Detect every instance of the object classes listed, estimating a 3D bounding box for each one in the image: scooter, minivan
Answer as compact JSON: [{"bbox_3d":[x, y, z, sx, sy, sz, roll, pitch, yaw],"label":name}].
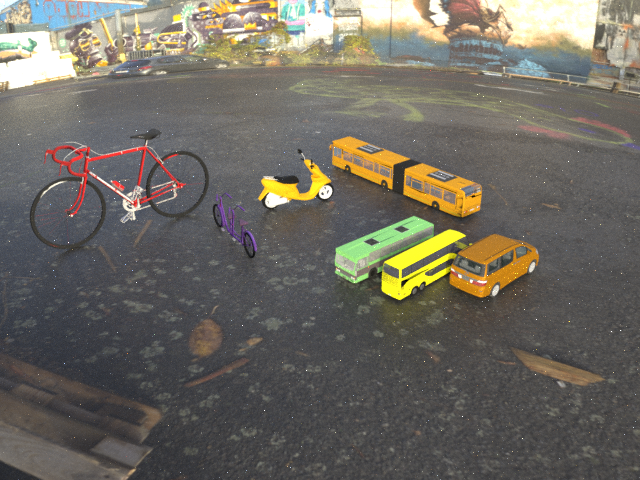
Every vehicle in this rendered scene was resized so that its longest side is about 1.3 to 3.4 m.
[{"bbox_3d":[-0.401,-1.030,12.137,1.399,0.919,0.662,-11,29,-20],"label":"scooter"},{"bbox_3d":[2.504,0.280,9.893,1.548,0.616,0.681,-24,35,-38],"label":"minivan"}]

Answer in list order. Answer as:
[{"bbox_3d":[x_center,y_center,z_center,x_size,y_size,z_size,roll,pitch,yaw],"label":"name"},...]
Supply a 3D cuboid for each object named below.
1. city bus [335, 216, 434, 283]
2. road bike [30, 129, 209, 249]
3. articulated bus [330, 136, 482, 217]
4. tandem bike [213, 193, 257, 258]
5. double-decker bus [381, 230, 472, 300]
[{"bbox_3d":[0.971,0.140,10.339,1.674,0.460,0.476,-22,34,-36],"label":"city bus"},{"bbox_3d":[-3.085,-0.883,11.034,3.004,1.656,0.696,-20,33,-33],"label":"road bike"},{"bbox_3d":[1.475,-1.219,12.903,0.605,0.561,3.401,-21,33,-35],"label":"articulated bus"},{"bbox_3d":[-1.359,-0.277,10.915,0.283,0.682,1.642,-15,30,-26],"label":"tandem bike"},{"bbox_3d":[1.534,0.316,9.905,1.672,0.541,0.389,-24,35,-38],"label":"double-decker bus"}]
